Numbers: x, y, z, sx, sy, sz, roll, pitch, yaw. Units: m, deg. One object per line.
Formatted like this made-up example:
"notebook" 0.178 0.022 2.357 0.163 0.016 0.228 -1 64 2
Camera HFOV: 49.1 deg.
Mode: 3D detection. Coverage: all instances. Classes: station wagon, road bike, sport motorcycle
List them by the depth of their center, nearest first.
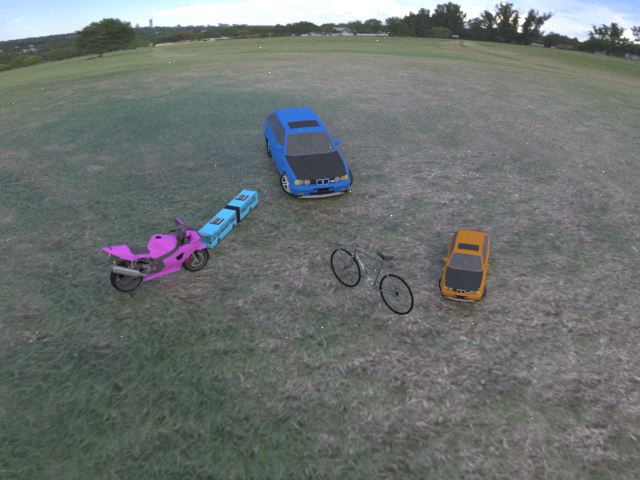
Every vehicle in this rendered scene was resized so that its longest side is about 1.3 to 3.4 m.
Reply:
"road bike" 0.696 0.457 9.662 0.358 0.852 1.545 -26 38 -37
"sport motorcycle" -2.324 0.236 10.085 1.520 0.821 0.506 -16 33 -27
"station wagon" 2.154 0.320 10.289 0.682 0.473 1.597 8 30 13
"station wagon" -0.302 -1.795 13.579 1.327 0.920 3.105 -7 30 -12

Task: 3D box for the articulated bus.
"articulated bus" -1.524 -0.383 11.721 0.311 0.289 1.749 10 31 18
